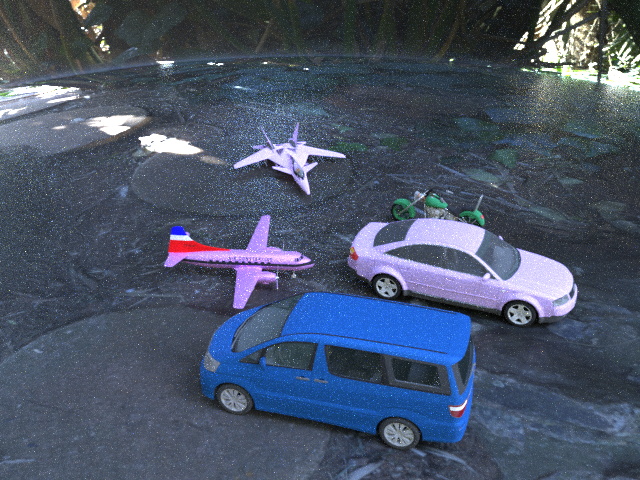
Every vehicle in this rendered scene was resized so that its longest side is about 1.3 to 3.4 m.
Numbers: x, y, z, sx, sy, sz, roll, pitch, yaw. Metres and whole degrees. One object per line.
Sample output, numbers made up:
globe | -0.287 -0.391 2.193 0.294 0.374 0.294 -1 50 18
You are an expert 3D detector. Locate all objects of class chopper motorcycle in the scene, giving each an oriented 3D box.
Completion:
chopper motorcycle | 1.913 -0.522 11.410 1.563 0.761 0.466 14 31 23

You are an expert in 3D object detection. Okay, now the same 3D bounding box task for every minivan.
minivan | 0.156 1.279 7.645 3.011 1.197 1.324 8 30 15

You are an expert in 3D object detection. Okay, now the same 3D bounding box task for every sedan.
sedan | 1.940 0.316 9.683 3.137 0.940 1.235 11 30 19

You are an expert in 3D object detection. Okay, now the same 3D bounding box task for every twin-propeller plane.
twin-propeller plane | -1.140 0.183 10.082 2.129 0.792 2.663 2 29 3

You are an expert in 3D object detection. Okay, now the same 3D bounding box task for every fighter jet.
fighter jet | -0.531 -1.576 13.560 2.229 0.557 2.640 -7 29 -13
